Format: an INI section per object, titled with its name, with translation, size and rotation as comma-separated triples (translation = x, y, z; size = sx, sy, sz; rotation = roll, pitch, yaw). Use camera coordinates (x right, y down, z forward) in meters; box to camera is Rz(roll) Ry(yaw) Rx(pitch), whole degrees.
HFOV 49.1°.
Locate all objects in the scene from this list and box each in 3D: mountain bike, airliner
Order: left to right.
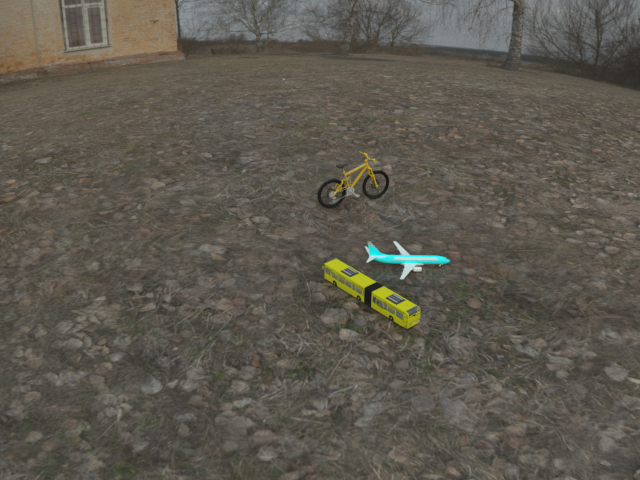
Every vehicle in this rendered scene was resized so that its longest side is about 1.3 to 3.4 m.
[mountain bike]
translation = 0.620, -1.058, 12.635
size = 1.469, 0.868, 0.573
rotation = -13, 31, -23
[airliner]
translation = 1.350, 0.216, 10.742
size = 1.307, 0.429, 1.161
rotation = 0, 28, 0

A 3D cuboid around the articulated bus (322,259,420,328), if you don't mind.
[articulated bus]
translation = 0.699, 0.734, 9.934
size = 0.311, 0.289, 1.749
rotation = -22, 35, -34
